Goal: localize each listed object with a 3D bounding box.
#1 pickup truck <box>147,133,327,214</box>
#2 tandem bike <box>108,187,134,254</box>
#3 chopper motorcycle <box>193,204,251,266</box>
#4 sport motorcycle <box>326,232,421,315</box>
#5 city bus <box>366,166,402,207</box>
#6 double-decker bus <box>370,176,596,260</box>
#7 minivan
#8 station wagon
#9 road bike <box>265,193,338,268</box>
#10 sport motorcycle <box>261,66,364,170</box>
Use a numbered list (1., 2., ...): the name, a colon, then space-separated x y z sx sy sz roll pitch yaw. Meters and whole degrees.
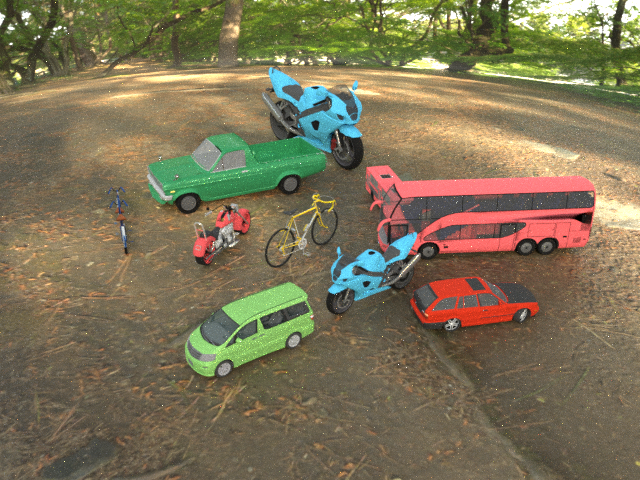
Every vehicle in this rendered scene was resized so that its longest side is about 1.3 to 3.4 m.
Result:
1. pickup truck: -1.465 -1.332 12.429 3.117 0.993 1.244 -13 30 -24
2. tandem bike: -3.096 -0.363 10.868 0.283 0.682 1.642 -8 28 -16
3. chopper motorcycle: -1.439 -0.201 10.462 0.466 0.761 1.563 10 29 19
4. sport motorcycle: 0.692 0.428 9.159 1.520 0.821 0.506 -19 33 -33
5. city bus: 1.202 -0.749 11.870 0.476 0.460 1.674 -6 28 -11
6. double-decker bus: 2.406 -0.352 10.438 3.251 1.052 0.756 -2 27 -4
7. minivan: -0.827 1.030 8.204 1.548 0.616 0.681 -18 32 -31
8. station wagon: 1.983 0.756 8.899 1.597 0.473 0.682 -5 27 -10
9. road bike: -0.247 -0.156 10.273 0.358 0.852 1.545 23 35 37
10. sport motorcycle: -0.129 -2.479 14.018 0.983 1.596 2.955 -19 33 -33
